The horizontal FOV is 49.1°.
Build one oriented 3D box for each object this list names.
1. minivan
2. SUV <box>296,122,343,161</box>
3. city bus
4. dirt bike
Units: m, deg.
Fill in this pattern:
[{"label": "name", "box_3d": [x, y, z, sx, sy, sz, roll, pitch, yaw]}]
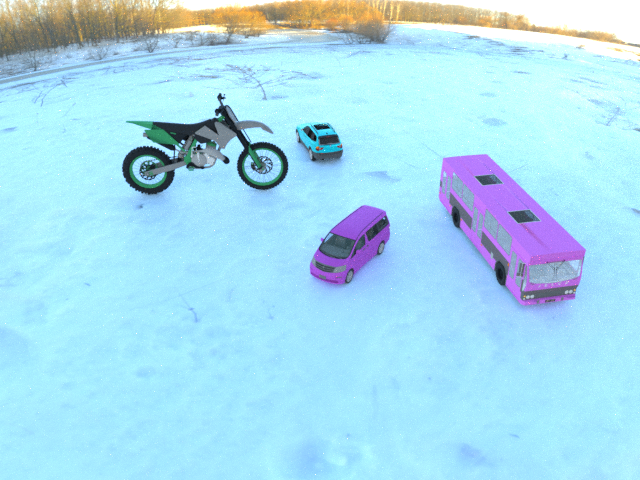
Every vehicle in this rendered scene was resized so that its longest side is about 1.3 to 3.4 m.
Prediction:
[{"label": "minivan", "box_3d": [0.457, 0.057, 10.374, 0.681, 0.616, 1.548, 18, 35, 28]}, {"label": "SUV", "box_3d": [-0.020, -2.080, 14.053, 0.656, 0.580, 1.572, -9, 32, -15]}, {"label": "city bus", "box_3d": [2.755, -0.244, 10.610, 0.926, 0.894, 3.255, -6, 31, -10]}, {"label": "dirt bike", "box_3d": [-2.006, -1.589, 12.143, 2.903, 1.666, 1.024, -2, 30, -4]}]
